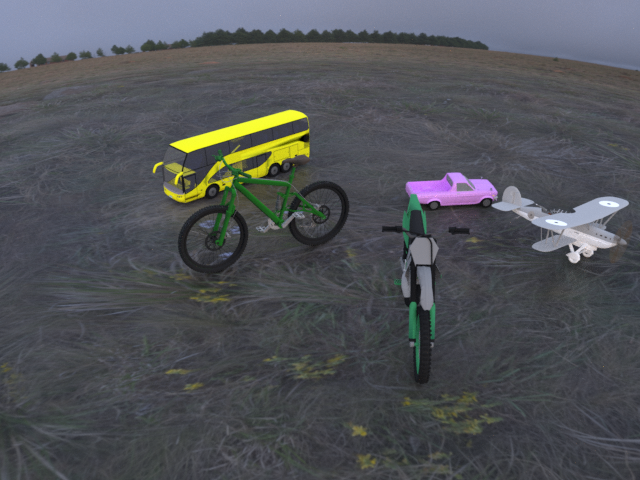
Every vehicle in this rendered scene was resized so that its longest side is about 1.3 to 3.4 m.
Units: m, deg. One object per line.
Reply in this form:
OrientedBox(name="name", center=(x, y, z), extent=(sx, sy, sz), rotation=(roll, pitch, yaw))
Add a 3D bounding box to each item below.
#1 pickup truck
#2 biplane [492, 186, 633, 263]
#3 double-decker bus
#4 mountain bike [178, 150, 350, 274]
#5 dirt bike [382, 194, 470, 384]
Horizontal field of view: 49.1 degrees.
OrientedBox(name="pickup truck", center=(2.361, -0.905, 12.571), extent=(1.603, 0.511, 0.640), rotation=(-3, 28, -6))
OrientedBox(name="biplane", center=(3.768, -0.289, 10.927), extent=(2.598, 0.981, 2.120), rotation=(-24, 37, -38))
OrientedBox(name="double-decker bus", center=(-1.564, -1.607, 13.307), extent=(3.251, 1.052, 0.756), rotation=(-24, 36, -37))
OrientedBox(name="mountain bike", center=(-0.792, -0.478, 10.532), extent=(2.857, 1.688, 1.114), rotation=(-15, 32, -26))
OrientedBox(name="dirt bike", center=(1.253, 0.426, 8.871), extent=(1.024, 1.666, 2.903), rotation=(1, 28, 3))
